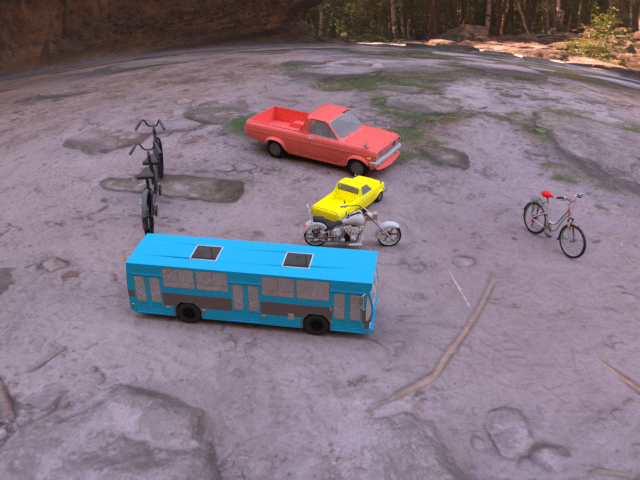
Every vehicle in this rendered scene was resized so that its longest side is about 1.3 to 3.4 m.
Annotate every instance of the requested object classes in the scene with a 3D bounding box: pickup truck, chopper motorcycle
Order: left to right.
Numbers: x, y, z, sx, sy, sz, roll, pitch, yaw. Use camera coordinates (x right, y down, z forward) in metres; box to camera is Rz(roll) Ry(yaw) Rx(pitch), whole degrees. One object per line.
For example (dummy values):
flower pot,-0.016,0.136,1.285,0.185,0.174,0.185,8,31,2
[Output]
pickup truck,0.036,-2.138,13.967,3.117,0.993,1.244,17,34,26
pickup truck,0.505,-0.748,12.056,0.640,0.511,1.603,18,35,29
chopper motorcycle,0.498,-0.237,10.928,1.563,0.761,0.466,-2,30,-3

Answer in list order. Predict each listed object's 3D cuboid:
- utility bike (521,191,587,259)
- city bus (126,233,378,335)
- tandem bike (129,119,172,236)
utility bike,3.715,-0.370,10.974,0.535,0.946,1.435,-14,33,-22
city bus,-0.875,0.600,9.355,3.255,0.894,0.926,4,30,8
tandem bike,-2.876,-1.170,11.972,0.550,1.326,3.192,-4,30,-6
